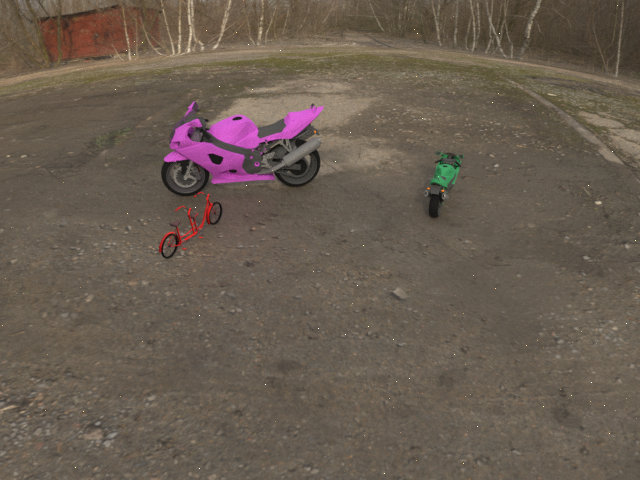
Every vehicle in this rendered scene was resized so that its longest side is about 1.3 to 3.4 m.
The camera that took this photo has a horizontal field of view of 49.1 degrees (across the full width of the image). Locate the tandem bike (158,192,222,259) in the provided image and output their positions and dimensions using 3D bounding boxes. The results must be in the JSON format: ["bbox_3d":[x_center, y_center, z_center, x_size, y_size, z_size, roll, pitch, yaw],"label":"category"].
[{"bbox_3d":[-2.049,-0.290,11.164,0.283,0.682,1.642,15,33,24],"label":"tandem bike"}]

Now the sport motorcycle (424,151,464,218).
[{"bbox_3d":[2.153,-1.000,12.243,0.506,0.821,1.520,11,32,18],"label":"sport motorcycle"}]

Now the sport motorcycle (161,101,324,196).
[{"bbox_3d":[-1.381,-1.617,12.532,2.955,1.596,0.983,-6,31,-10],"label":"sport motorcycle"}]
